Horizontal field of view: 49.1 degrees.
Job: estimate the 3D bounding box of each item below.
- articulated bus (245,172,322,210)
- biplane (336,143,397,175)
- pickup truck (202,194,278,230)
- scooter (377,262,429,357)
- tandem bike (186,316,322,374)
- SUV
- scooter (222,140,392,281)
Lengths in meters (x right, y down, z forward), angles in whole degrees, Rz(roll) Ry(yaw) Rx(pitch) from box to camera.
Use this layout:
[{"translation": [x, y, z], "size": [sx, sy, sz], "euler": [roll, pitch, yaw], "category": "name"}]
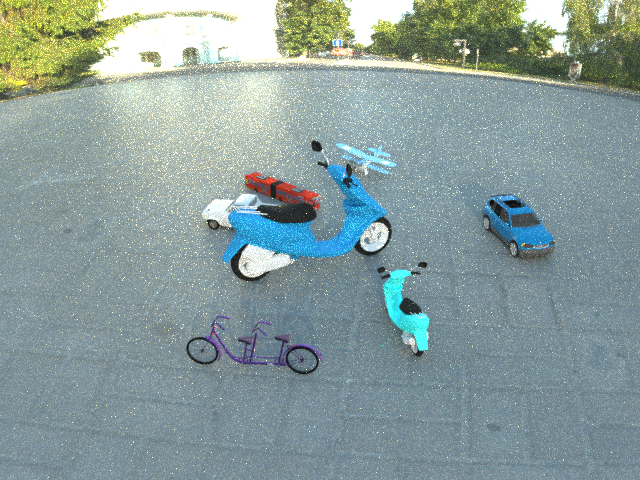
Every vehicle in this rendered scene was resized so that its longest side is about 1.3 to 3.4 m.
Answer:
[{"translation": [-0.705, -0.902, 12.879], "size": [1.749, 0.289, 0.311], "euler": [22, 34, 37], "category": "articulated bus"}, {"translation": [0.999, -1.623, 14.066], "size": [1.336, 0.504, 1.090], "euler": [16, 31, 28], "category": "biplane"}, {"translation": [-1.167, -0.462, 11.762], "size": [1.603, 0.511, 0.640], "euler": [7, 28, 13], "category": "pickup truck"}, {"translation": [1.070, 0.789, 8.832], "size": [0.662, 0.919, 1.399], "euler": [-6, 27, -12], "category": "scooter"}, {"translation": [-0.787, 1.242, 8.198], "size": [1.642, 0.682, 0.283], "euler": [4, 27, 8], "category": "tandem bike"}, {"translation": [3.180, -0.258, 11.280], "size": [0.656, 0.580, 1.572], "euler": [-6, 27, -12], "category": "SUV"}, {"translation": [-0.125, -0.382, 10.188], "size": [2.721, 1.786, 1.288], "euler": [-12, 29, -22], "category": "scooter"}]
